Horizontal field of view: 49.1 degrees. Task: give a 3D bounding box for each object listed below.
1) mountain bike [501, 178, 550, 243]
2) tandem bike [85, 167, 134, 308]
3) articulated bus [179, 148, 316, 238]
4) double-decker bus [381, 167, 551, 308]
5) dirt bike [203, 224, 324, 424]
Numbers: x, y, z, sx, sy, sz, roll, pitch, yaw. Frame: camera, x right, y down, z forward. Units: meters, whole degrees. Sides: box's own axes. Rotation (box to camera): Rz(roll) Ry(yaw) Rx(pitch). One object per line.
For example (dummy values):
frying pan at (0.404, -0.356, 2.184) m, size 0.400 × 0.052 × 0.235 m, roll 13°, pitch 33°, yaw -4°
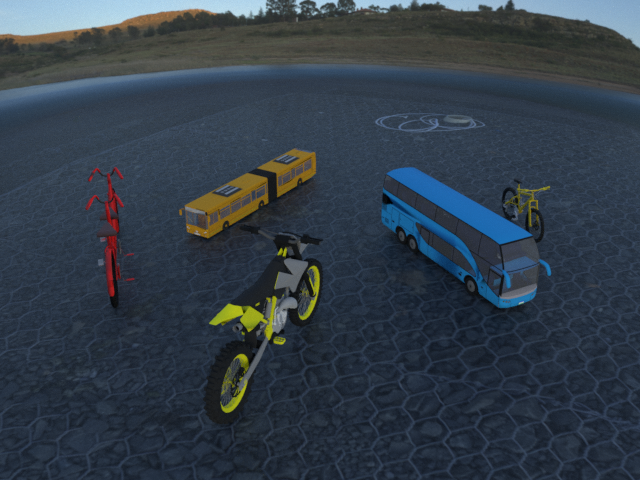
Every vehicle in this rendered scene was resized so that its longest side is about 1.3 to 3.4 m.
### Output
mountain bike at (3.401, -0.573, 11.732) m, size 0.573 × 0.868 × 1.469 m, roll -5°, pitch 28°, yaw -10°
tandem bike at (-3.135, -0.194, 10.485) m, size 0.550 × 1.326 × 3.192 m, roll -6°, pitch 28°, yaw -12°
articulated bus at (-1.172, -0.928, 12.765) m, size 0.605 × 0.561 × 3.401 m, roll 16°, pitch 31°, yaw 28°
double-decker bus at (2.043, -0.097, 10.596) m, size 0.756 × 1.052 × 3.251 m, roll -13°, pitch 30°, yaw -24°
dirt bike at (-0.584, 0.775, 8.210) m, size 1.024 × 1.666 × 2.903 m, roll 11°, pitch 29°, yaw 20°
